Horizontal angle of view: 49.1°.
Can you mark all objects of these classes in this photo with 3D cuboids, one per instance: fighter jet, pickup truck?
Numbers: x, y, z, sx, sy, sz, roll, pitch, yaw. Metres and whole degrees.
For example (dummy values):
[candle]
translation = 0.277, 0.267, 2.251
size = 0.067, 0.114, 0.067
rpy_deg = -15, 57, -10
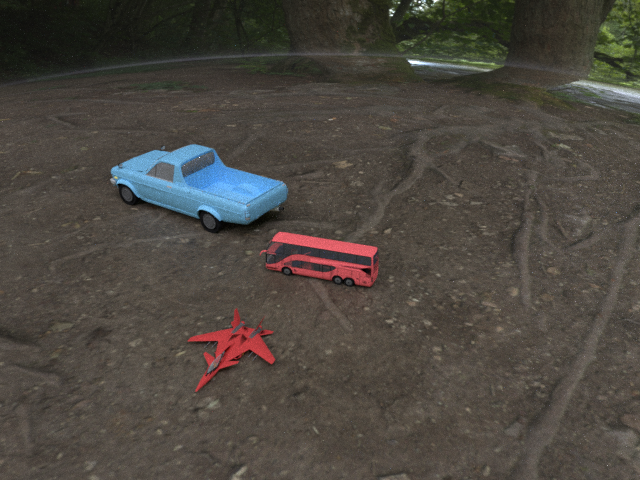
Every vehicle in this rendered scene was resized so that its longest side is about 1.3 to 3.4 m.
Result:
[fighter jet]
translation = -1.107, 1.297, 8.222
size = 1.147, 0.286, 1.358
rpy_deg = 11, 30, 20
[pickup truck]
translation = -2.075, -0.983, 11.713
size = 3.117, 0.993, 1.244
rpy_deg = 17, 33, 29

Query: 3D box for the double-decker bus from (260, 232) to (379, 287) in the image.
[double-decker bus]
translation = -0.007, 0.263, 9.875
size = 1.672, 0.541, 0.389
rpy_deg = 9, 30, 16
